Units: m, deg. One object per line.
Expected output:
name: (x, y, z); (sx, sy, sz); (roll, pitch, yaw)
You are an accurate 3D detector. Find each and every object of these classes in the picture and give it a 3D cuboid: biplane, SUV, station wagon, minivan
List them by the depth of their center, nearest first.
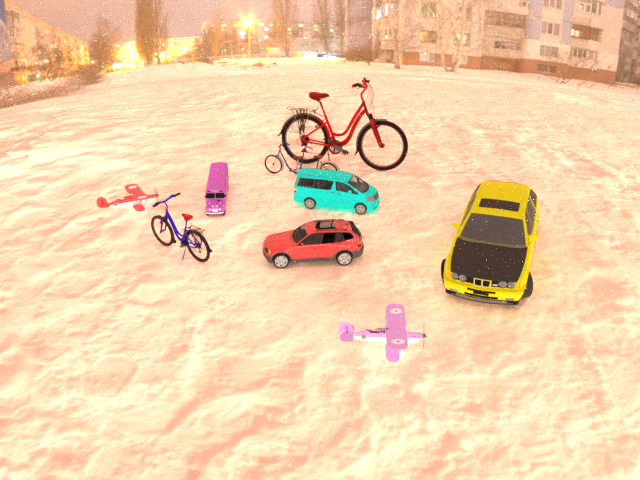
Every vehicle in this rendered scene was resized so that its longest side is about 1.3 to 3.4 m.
biplane: (0.772, 1.163, 8.622); (1.090, 0.504, 1.336); (2, 26, 4)
station wagon: (2.688, -0.104, 10.714); (1.327, 0.920, 3.105); (9, 28, 17)
SUV: (-0.107, 0.024, 10.840); (1.572, 0.580, 0.656); (-2, 26, -5)
biplane: (-3.386, -0.693, 12.378); (1.090, 0.504, 1.336); (-12, 29, -22)
minivan: (0.310, -0.907, 12.685); (1.548, 0.616, 0.681); (7, 27, 14)

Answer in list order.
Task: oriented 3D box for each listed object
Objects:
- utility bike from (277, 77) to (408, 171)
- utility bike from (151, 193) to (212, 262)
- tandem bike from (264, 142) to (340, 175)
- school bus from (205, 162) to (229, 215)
utility bike: (0.460, -2.419, 14.363); (2.791, 1.839, 1.039); (7, 27, 14)
utility bike: (-2.218, -0.180, 10.840); (1.435, 0.946, 0.535); (20, 33, 35)
tandem bike: (-0.370, -1.557, 13.926); (1.642, 0.682, 0.283); (10, 28, 20)
school bus: (-1.905, -0.955, 12.988); (0.365, 0.434, 1.708); (-2, 26, -4)
